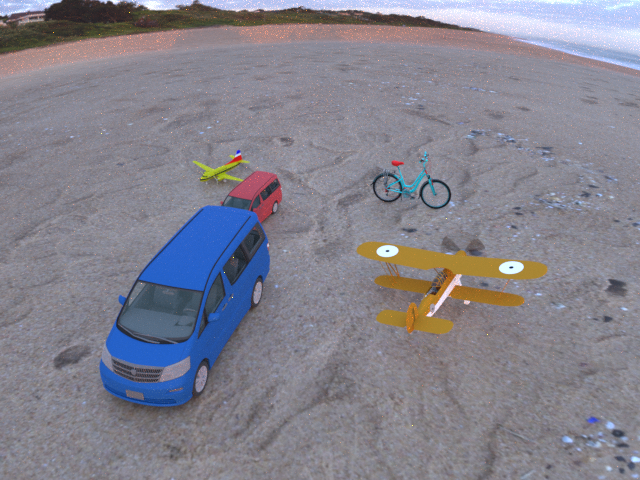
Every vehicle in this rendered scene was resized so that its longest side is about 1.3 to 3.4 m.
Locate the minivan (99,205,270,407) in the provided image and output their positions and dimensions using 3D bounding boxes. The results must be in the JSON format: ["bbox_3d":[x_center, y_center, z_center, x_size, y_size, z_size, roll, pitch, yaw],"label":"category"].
[{"bbox_3d":[-1.630,0.721,8.869,1.324,1.197,3.011,9,32,14],"label":"minivan"}]

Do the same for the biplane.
[{"bbox_3d":[1.526,0.631,9.233,2.598,0.981,2.120,16,34,25],"label":"biplane"}]

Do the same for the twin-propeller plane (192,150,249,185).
[{"bbox_3d":[-1.852,-1.361,13.157,1.370,0.407,1.095,23,38,33],"label":"twin-propeller plane"}]

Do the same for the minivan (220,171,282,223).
[{"bbox_3d":[-1.200,-0.583,11.640,0.681,0.616,1.548,13,33,20],"label":"minivan"}]

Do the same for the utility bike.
[{"bbox_3d":[1.579,-1.056,12.115,1.435,0.946,0.535,9,32,15],"label":"utility bike"}]
